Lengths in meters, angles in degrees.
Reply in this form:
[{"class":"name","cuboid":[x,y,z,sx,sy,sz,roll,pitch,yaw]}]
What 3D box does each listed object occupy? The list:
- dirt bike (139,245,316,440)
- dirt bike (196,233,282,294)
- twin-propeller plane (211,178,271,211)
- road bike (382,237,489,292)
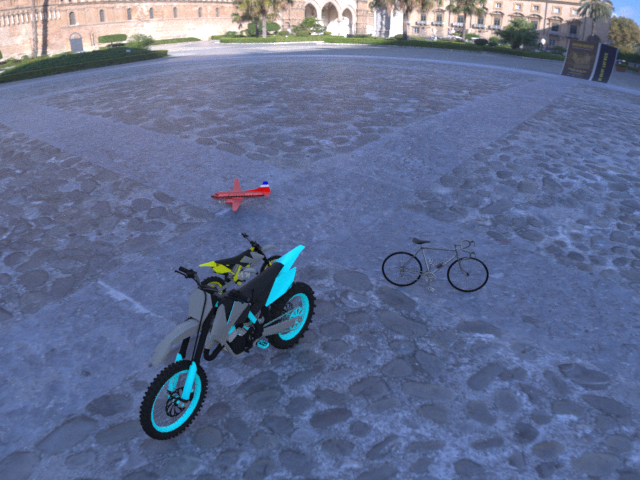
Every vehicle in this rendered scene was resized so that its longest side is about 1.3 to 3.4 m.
[{"class":"dirt bike","cuboid":[-0.965,1.035,8.114,1.024,1.666,2.903,20,35,32]},{"class":"dirt bike","cuboid":[-1.112,0.414,10.045,1.493,0.857,0.527,-18,34,-29]},{"class":"twin-propeller plane","cuboid":[-1.449,-0.875,12.796,1.095,0.407,1.370,-2,29,-4]},{"class":"road bike","cuboid":[1.673,0.356,10.152,1.545,0.852,0.358,5,30,8]}]
